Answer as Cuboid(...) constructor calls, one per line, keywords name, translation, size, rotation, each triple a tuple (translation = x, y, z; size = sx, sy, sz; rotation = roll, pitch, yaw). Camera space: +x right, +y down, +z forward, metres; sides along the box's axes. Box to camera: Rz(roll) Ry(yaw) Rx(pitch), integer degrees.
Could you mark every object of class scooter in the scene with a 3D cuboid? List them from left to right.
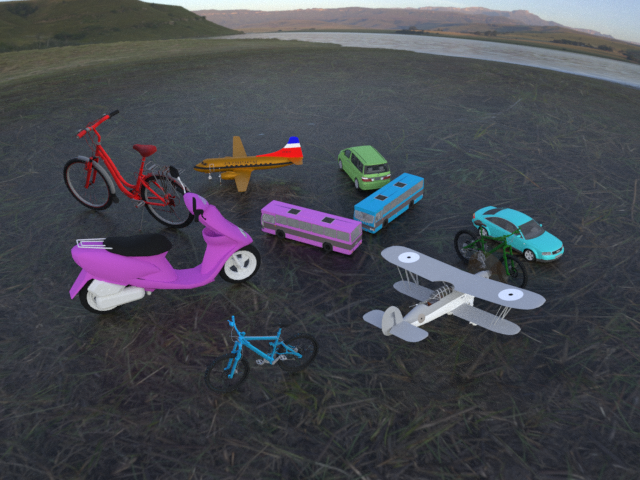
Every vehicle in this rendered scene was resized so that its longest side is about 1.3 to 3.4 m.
Cuboid(name="scooter", translation=(-2.131, 0.063, 9.704), size=(2.721, 1.786, 1.288), rotation=(-12, 32, -20))

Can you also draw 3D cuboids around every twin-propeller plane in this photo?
Cuboid(name="twin-propeller plane", translation=(-1.385, -1.579, 13.536), size=(2.129, 0.792, 2.663), rotation=(-4, 30, -7))

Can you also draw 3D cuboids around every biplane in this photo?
Cuboid(name="biplane", translation=(1.552, 0.799, 9.236), size=(2.120, 0.981, 2.598), rotation=(-23, 37, -34))

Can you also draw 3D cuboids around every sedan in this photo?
Cuboid(name="sedan", translation=(3.211, -0.152, 11.377), size=(0.635, 0.483, 1.613), rotation=(-22, 36, -33))

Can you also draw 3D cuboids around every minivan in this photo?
Cuboid(name="minivan", translation=(0.834, -1.486, 13.551), size=(0.681, 0.616, 1.548), rotation=(-9, 31, -15))

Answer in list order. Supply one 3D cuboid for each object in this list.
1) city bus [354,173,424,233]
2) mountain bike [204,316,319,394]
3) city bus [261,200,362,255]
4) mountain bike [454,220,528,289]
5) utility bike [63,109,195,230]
Cuboid(name="city bus", translation=(1.223, -0.647, 12.257), size=(0.476, 0.460, 1.674), rotation=(20, 36, 31))
Cuboid(name="mountain bike", translation=(-0.687, 1.351, 8.394), size=(1.469, 0.868, 0.573), rotation=(-13, 33, -21))
Cuboid(name="city bus", translation=(-0.153, -0.197, 11.478), size=(1.674, 0.460, 0.476), rotation=(15, 33, 24))
Cuboid(name="mountain bike", translation=(2.540, 0.163, 10.448), size=(0.573, 0.868, 1.469), rotation=(-19, 35, -29))
Cuboid(name="utility bike", translation=(-3.281, -1.088, 11.641), size=(2.791, 1.839, 1.039), rotation=(12, 32, 20))
